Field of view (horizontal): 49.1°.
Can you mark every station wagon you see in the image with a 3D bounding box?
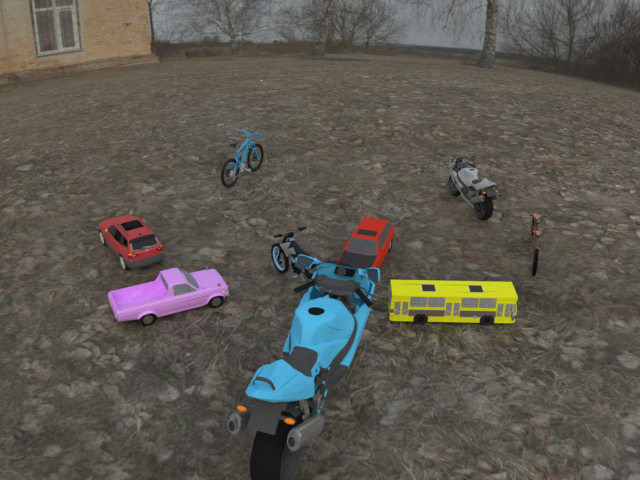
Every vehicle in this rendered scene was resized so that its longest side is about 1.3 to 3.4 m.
[{"bbox_3d":[0.708,0.109,10.816,0.682,0.473,1.597,9,30,16],"label":"station wagon"}]

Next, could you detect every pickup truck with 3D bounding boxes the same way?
[{"bbox_3d":[-2.077,0.719,9.641,1.603,0.511,0.640,-13,31,-23],"label":"pickup truck"}]

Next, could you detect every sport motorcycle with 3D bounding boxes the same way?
[{"bbox_3d":[-0.059,1.279,7.448,0.983,1.596,2.955,10,30,17],"label":"sport motorcycle"},{"bbox_3d":[2.679,-0.957,12.433,0.506,0.821,1.520,-8,29,-15],"label":"sport motorcycle"}]

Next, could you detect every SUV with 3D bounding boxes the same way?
[{"bbox_3d":[-2.989,-0.059,11.016,0.656,0.580,1.572,-17,33,-29],"label":"SUV"}]

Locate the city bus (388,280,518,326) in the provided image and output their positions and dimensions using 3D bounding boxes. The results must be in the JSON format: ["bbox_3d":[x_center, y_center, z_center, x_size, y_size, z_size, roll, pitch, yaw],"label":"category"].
[{"bbox_3d":[1.772,0.848,9.453,1.674,0.460,0.476,1,28,2],"label":"city bus"}]

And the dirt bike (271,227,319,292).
[{"bbox_3d":[-0.332,0.313,10.030,0.527,0.857,1.493,-17,32,-28],"label":"dirt bike"}]

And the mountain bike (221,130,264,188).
[{"bbox_3d":[-1.496,-1.597,13.576,0.573,0.868,1.469,14,31,24],"label":"mountain bike"}]

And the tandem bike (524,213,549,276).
[{"bbox_3d":[3.366,-0.065,10.919,0.283,0.682,1.642,7,29,12],"label":"tandem bike"}]
